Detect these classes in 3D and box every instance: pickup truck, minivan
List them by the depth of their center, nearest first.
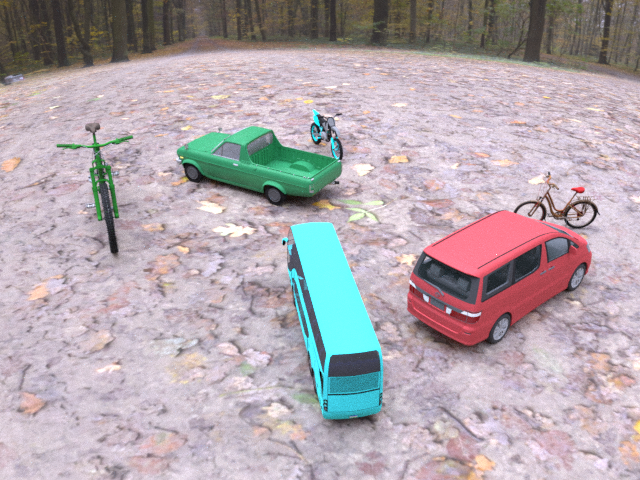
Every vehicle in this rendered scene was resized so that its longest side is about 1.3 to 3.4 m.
[{"bbox_3d":[2.557,0.313,9.539,3.011,1.197,1.324,-24,37,-35],"label":"minivan"},{"bbox_3d":[-1.164,-1.484,12.911,3.117,0.993,1.244,16,33,27],"label":"pickup truck"}]

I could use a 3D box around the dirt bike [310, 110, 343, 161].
[{"bbox_3d":[0.135,-2.200,14.311,0.527,0.857,1.493,-13,32,-21],"label":"dirt bike"}]

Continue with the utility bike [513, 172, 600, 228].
[{"bbox_3d":[3.882,-0.566,11.341,1.435,0.946,0.535,0,30,0],"label":"utility bike"}]

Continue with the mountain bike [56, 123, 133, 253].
[{"bbox_3d":[-3.551,-1.007,11.366,1.114,1.688,2.857,-10,31,-17],"label":"mountain bike"}]

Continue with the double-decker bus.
[{"bbox_3d":[0.094,0.822,8.789,0.756,1.052,3.251,-5,30,-8],"label":"double-decker bus"}]
